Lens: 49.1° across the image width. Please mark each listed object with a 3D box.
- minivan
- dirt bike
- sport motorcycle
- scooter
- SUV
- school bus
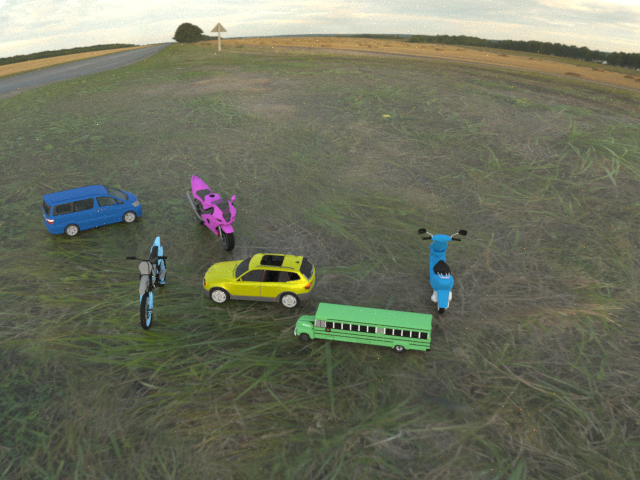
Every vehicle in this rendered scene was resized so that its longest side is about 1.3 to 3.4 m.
[{"bbox_3d":[-3.733,-0.548,11.518,1.548,0.616,0.681,-15,32,-26],"label":"minivan"},{"bbox_3d":[-2.230,0.508,9.329,0.527,0.857,1.493,-1,29,-1],"label":"dirt bike"},{"bbox_3d":[-1.702,-0.436,11.099,0.506,0.821,1.520,-15,32,-26],"label":"sport motorcycle"},{"bbox_3d":[1.654,0.335,9.581,0.662,0.919,1.399,2,29,4],"label":"scooter"},{"bbox_3d":[-0.827,0.504,9.625,1.572,0.580,0.656,3,29,6],"label":"SUV"},{"bbox_3d":[0.532,1.082,8.716,1.708,0.434,0.365,5,29,10],"label":"school bus"}]
